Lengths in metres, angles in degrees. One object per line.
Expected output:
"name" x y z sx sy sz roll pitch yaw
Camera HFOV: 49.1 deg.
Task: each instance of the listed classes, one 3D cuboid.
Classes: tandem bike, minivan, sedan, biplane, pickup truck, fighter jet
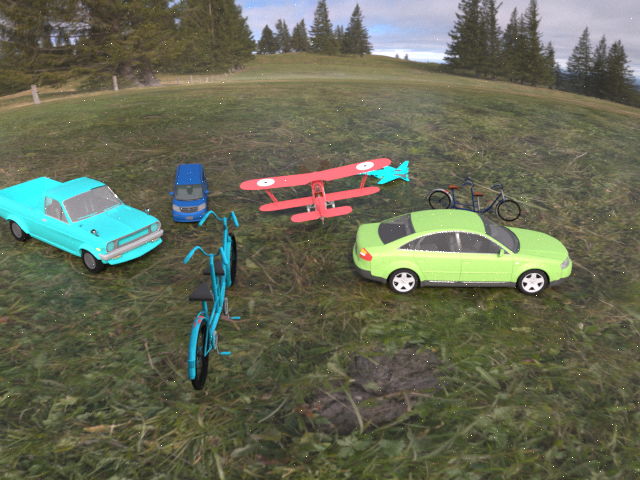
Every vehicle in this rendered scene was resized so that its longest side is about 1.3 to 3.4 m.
"tandem bike" 2.668 -0.727 12.174 1.642 0.682 0.283 10 27 20
"minivan" -2.317 -0.844 12.499 0.681 0.616 1.548 -3 25 -7
"sedan" 2.046 0.103 10.111 3.137 0.940 1.235 0 25 1
"biplane" -0.064 -0.748 11.867 2.598 0.981 2.120 -1 25 -3
"pickup truck" -3.952 -0.436 11.191 3.117 0.993 1.244 17 30 32
"tandem bike" -1.309 0.550 8.710 0.550 1.326 3.192 1 25 2
"fighter jet" 1.116 -1.403 14.068 1.358 0.286 1.147 2 25 5
